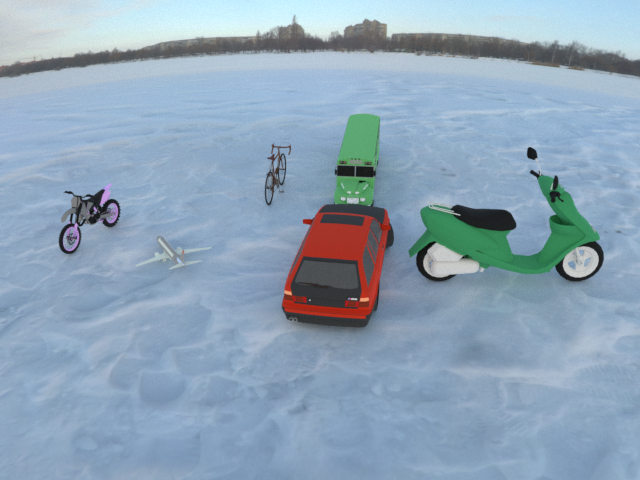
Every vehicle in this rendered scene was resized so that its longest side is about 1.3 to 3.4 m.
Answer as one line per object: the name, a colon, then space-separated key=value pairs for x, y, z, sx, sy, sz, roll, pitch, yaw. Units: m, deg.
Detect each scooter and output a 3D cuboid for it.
scooter: x=2.601 y=-0.224 z=9.542 sx=2.721 sy=1.786 sz=1.288 roll=0 pitch=26 yaw=0

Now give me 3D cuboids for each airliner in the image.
airliner: x=-2.219 y=0.102 z=10.410 sx=1.161 sy=0.429 sz=1.307 roll=-14 pitch=30 yaw=-26

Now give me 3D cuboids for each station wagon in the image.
station wagon: x=0.324 y=0.091 z=9.881 sx=1.327 sy=0.920 sz=3.105 roll=4 pitch=27 yaw=9

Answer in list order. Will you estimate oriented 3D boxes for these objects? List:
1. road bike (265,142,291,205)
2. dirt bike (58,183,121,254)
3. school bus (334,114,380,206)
road bike: x=-0.794 y=-1.226 z=12.604 sx=0.358 sy=0.852 sz=1.545 roll=5 pitch=27 yaw=9
dirt bike: x=-3.597 y=-0.401 z=10.939 sx=0.527 sy=0.857 sz=1.493 roll=9 pitch=28 yaw=18
school bus: x=0.737 y=-1.513 z=13.189 sx=0.709 sy=0.844 sz=3.322 roll=3 pitch=27 yaw=6
